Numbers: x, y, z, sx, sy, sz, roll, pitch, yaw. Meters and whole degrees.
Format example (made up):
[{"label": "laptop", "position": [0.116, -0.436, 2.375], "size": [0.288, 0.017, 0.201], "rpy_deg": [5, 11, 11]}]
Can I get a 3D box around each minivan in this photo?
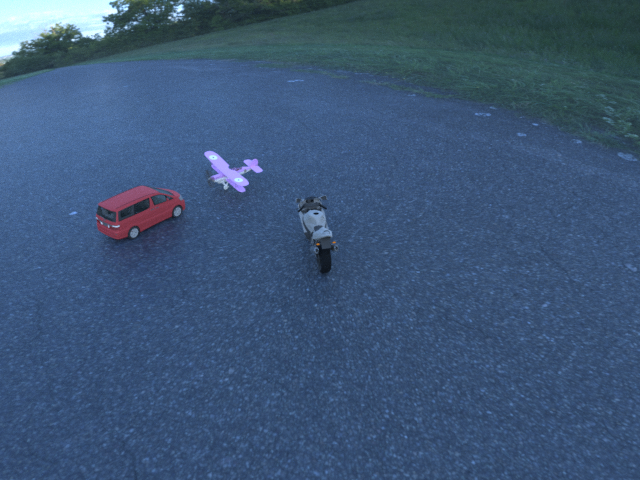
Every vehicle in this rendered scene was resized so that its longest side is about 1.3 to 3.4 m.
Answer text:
[{"label": "minivan", "position": [-2.995, -0.551, 11.796], "size": [0.681, 0.616, 1.548], "rpy_deg": [22, 37, 32]}]

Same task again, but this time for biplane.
[{"label": "biplane", "position": [-1.607, -1.255, 13.098], "size": [1.090, 0.504, 1.336], "rpy_deg": [-22, 37, -32]}]

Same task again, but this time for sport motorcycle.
[{"label": "sport motorcycle", "position": [-0.054, -0.130, 10.880], "size": [0.506, 0.821, 1.520], "rpy_deg": [-6, 31, -11]}]
